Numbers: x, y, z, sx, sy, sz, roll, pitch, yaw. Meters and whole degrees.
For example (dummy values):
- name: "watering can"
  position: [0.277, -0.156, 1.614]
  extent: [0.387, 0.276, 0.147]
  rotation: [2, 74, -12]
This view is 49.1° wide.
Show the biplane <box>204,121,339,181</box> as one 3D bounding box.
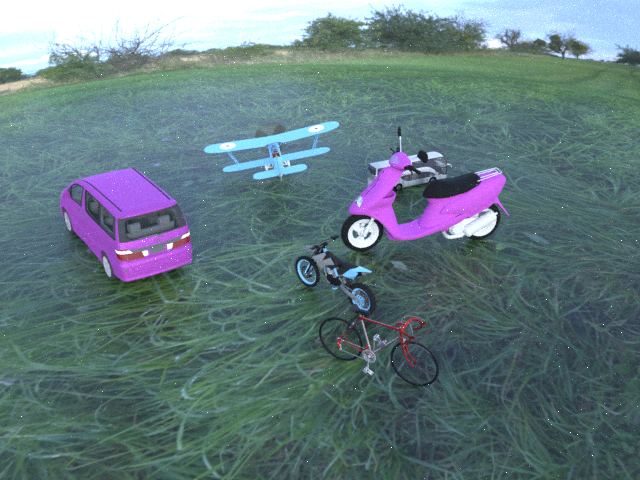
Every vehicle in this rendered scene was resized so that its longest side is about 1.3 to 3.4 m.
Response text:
- name: "biplane"
  position: [-0.876, -1.582, 13.272]
  extent: [2.598, 0.981, 2.120]
  rotation: [-4, 28, -7]

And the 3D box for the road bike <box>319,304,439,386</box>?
- name: "road bike"
  position: [0.658, 1.180, 8.085]
  extent: [1.545, 0.852, 0.358]
  rotation: [15, 31, 26]

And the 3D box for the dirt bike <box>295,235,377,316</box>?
- name: "dirt bike"
  position: [0.184, 0.447, 9.493]
  extent: [1.493, 0.857, 0.527]
  rotation: [24, 36, 38]

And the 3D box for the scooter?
- name: "scooter"
  position: [1.653, -0.724, 10.741]
  extent: [2.721, 1.786, 1.288]
  rotation: [-5, 28, -10]

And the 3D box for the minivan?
- name: "minivan"
  position: [-3.100, -0.426, 10.808]
  extent: [1.324, 1.197, 3.011]
  rotation: [-18, 32, -31]

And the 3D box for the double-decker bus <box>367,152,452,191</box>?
- name: "double-decker bus"
  position: [1.680, -1.287, 13.182]
  extent: [1.672, 0.541, 0.389]
  rotation: [-13, 30, -23]
